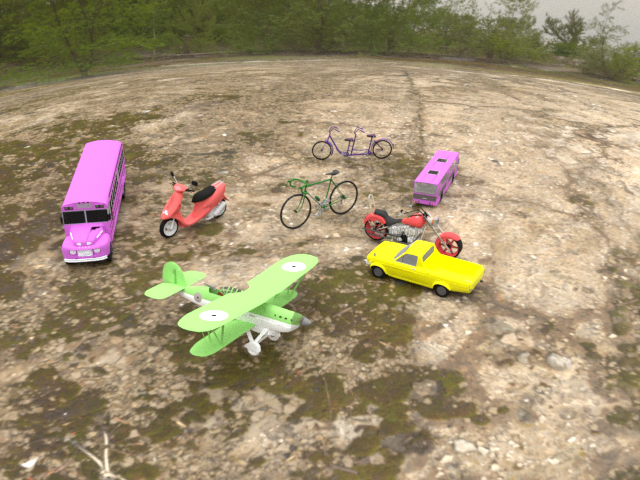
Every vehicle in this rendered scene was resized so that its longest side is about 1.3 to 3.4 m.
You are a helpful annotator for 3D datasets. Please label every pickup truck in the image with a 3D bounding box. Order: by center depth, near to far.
[{"bbox_3d":[1.446,0.333,9.711,1.603,0.511,0.640,16,31,28],"label":"pickup truck"}]

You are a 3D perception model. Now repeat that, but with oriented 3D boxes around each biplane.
[{"bbox_3d":[-1.021,0.738,8.420,2.120,0.981,2.598,14,30,24],"label":"biplane"}]

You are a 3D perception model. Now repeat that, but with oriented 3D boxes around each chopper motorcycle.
[{"bbox_3d":[1.377,-0.204,10.476,1.563,0.761,0.466,13,30,24],"label":"chopper motorcycle"}]

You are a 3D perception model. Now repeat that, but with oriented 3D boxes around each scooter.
[{"bbox_3d":[-2.004,-0.632,11.130,0.662,0.919,1.399,23,35,36],"label":"scooter"}]

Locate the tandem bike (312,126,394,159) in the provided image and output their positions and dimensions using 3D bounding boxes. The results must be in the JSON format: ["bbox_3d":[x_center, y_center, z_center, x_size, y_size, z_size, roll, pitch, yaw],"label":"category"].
[{"bbox_3d":[0.657,-1.916,13.863,1.642,0.682,0.283,-2,27,-3],"label":"tandem bike"}]

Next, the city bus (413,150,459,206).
[{"bbox_3d":[2.095,-1.108,12.547,0.476,0.460,1.674,11,29,20],"label":"city bus"}]

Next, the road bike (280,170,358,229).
[{"bbox_3d":[0.005,-0.690,11.315,1.545,0.852,0.358,-18,32,-31],"label":"road bike"}]

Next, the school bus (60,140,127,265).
[{"bbox_3d":[-3.613,-0.679,11.302,0.709,0.844,3.322,-4,28,-8],"label":"school bus"}]
